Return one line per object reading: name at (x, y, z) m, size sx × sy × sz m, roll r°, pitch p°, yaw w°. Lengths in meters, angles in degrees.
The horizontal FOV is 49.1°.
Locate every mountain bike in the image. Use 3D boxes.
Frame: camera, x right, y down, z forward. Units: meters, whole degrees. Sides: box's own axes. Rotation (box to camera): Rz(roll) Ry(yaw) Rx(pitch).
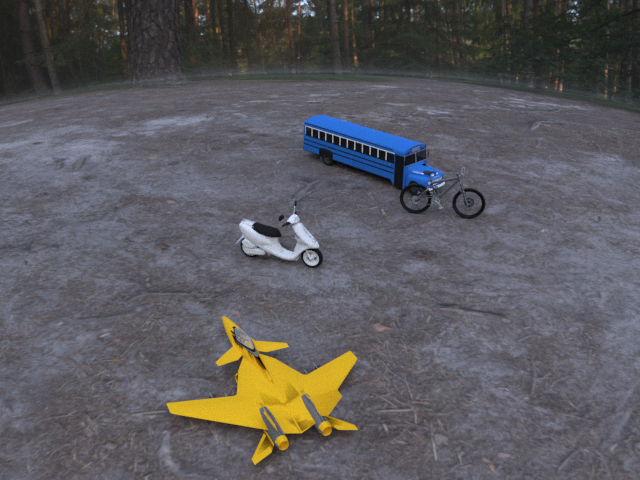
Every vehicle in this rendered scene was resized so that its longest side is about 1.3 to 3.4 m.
mountain bike at (2.110, -0.812, 12.034) m, size 1.469 × 0.868 × 0.573 m, roll 6°, pitch 27°, yaw 12°

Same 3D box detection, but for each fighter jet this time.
fighter jet at (-0.689, 1.368, 7.956) m, size 2.229 × 0.557 × 2.640 m, roll -12°, pitch 29°, yaw -23°

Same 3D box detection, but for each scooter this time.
scooter at (-0.617, -0.081, 10.490) m, size 1.399 × 0.919 × 0.662 m, roll 9°, pitch 28°, yaw 17°

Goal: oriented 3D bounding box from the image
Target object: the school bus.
school bus at (1.023, -1.729, 13.924) m, size 0.709 × 0.844 × 3.322 m, roll -23°, pitch 34°, yaw -39°
